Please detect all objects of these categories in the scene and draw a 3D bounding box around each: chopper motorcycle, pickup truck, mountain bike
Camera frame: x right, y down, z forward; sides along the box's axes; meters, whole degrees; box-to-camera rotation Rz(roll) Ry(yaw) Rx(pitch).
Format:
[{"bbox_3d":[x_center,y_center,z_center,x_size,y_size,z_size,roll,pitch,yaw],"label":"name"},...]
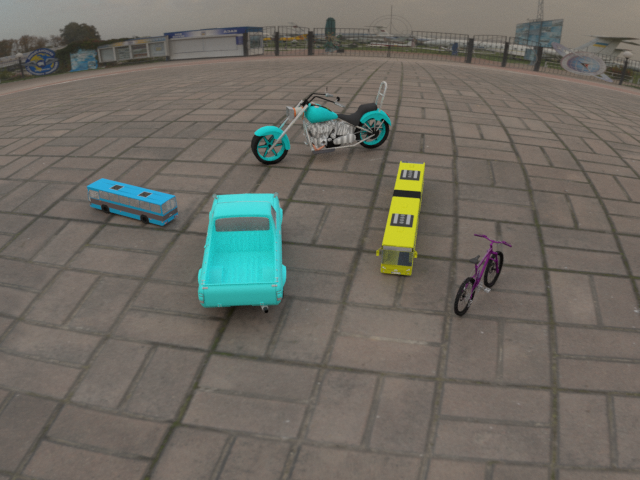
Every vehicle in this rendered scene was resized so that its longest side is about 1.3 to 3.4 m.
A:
[{"bbox_3d":[0.057,-2.432,14.506,3.040,1.480,0.906,-9,30,-16],"label":"chopper motorcycle"},{"bbox_3d":[-1.155,0.011,10.607,1.244,0.993,3.117,-2,29,-3],"label":"pickup truck"},{"bbox_3d":[2.282,0.472,9.905,0.573,0.868,1.469,20,35,32],"label":"mountain bike"}]

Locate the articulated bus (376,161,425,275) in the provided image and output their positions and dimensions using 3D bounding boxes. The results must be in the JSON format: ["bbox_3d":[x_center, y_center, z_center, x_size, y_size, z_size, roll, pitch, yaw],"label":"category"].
[{"bbox_3d":[1.446,-0.475,11.926,0.605,0.561,3.401,5,29,9],"label":"articulated bus"}]

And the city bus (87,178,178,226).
[{"bbox_3d":[-3.318,-0.660,12.365,1.674,0.460,0.476,14,32,23],"label":"city bus"}]
